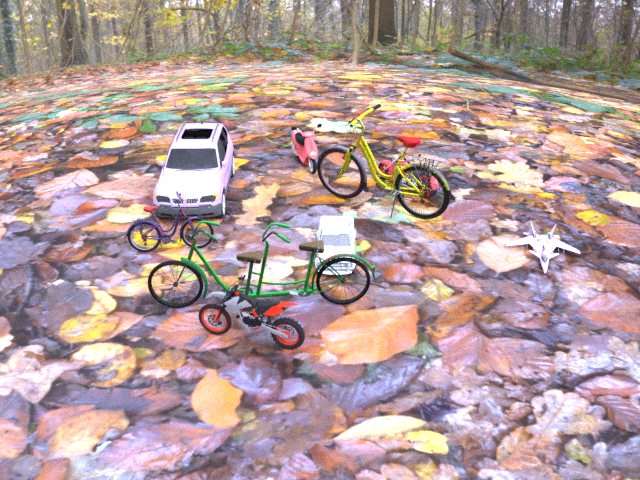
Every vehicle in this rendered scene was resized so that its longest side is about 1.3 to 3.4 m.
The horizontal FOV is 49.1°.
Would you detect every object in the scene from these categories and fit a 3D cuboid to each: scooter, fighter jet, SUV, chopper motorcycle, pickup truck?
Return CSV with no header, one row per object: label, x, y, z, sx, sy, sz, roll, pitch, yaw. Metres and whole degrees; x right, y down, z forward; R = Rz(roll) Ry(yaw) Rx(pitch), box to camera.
scooter,-0.325,-2.014,14.666,0.662,0.919,1.399,-9,29,-17
fighter jet,3.607,0.123,11.272,1.147,0.286,1.358,6,28,12
SUV,-2.331,-1.380,13.230,1.276,1.128,3.058,0,28,-1
chopper motorcycle,1.698,-1.342,13.553,0.466,0.761,1.563,-19,33,-32
pickup truck,0.256,0.014,11.239,0.640,0.511,1.603,1,28,2

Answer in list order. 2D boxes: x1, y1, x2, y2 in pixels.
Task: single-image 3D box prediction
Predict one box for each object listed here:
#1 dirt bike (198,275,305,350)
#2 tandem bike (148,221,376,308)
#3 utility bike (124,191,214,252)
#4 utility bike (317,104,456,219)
dirt bike,-0.908,0.962,9.058,1.493,0.857,0.527,8,29,16
tandem bike,-0.808,0.362,9.698,3.192,1.326,0.550,-1,28,-2
utility bike,-2.460,-0.285,11.340,1.435,0.946,0.535,-4,28,-7
utility bike,1.077,-1.336,12.382,2.791,1.839,1.039,16,32,28
